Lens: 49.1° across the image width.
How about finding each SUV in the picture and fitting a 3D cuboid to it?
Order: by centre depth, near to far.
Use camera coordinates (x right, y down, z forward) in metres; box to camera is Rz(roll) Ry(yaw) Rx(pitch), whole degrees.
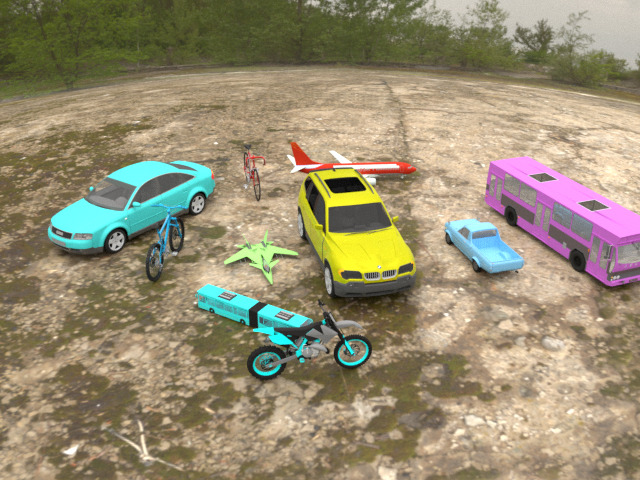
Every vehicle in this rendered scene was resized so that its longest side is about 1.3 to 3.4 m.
[{"bbox_3d":[0.466,-0.210,10.642,1.276,1.128,3.058,-6,27,-12],"label":"SUV"}]

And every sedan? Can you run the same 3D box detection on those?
[{"bbox_3d":[-3.118,-0.699,11.831,1.235,0.940,3.137,18,32,31],"label":"sedan"}]

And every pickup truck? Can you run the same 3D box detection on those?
[{"bbox_3d":[2.504,0.042,10.829,0.640,0.511,1.603,-7,28,-14],"label":"pickup truck"}]

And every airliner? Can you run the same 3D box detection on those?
[{"bbox_3d":[0.651,-1.546,13.641,2.541,0.835,2.257,-3,27,-6],"label":"airliner"}]

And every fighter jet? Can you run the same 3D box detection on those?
[{"bbox_3d":[-0.870,0.264,10.636,1.147,0.286,1.358,-7,27,-14],"label":"fighter jet"}]

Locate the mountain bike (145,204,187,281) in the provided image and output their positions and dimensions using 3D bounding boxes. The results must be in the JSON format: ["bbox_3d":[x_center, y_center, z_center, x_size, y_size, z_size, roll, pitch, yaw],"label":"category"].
[{"bbox_3d":[-2.326,-0.013,10.539,0.573,0.868,1.469,4,27,9],"label":"mountain bike"}]

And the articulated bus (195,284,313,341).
[{"bbox_3d":[-0.885,0.963,9.236,1.749,0.289,0.311,16,30,28],"label":"articulated bus"}]

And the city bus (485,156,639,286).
[{"bbox_3d":[3.899,-0.370,11.224,0.926,0.894,3.255,-10,28,-18],"label":"city bus"}]

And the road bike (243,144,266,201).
[{"bbox_3d":[-1.290,-1.328,13.186,0.358,0.852,1.545,-7,27,-14],"label":"road bike"}]

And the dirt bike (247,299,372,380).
[{"bbox_3d":[-0.113,1.199,8.129,1.493,0.857,0.527,-5,27,-10],"label":"dirt bike"}]
